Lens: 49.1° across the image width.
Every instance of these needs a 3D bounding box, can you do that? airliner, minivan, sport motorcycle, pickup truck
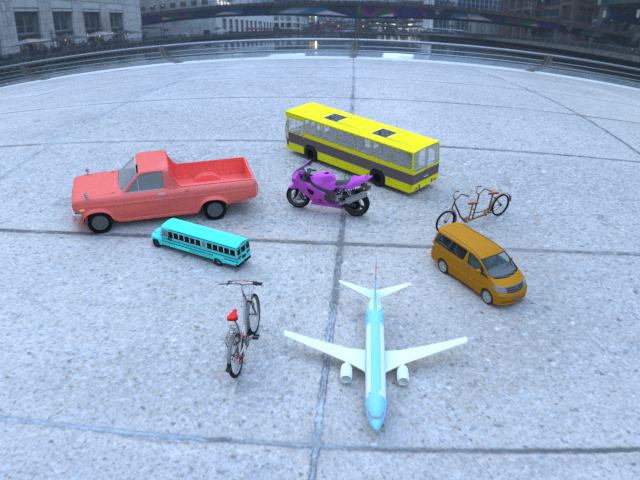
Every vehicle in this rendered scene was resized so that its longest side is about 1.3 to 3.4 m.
[{"bbox_3d":[0.662,1.166,8.313,2.257,0.835,2.541,2,29,3],"label":"airliner"},{"bbox_3d":[2.278,0.325,10.032,0.681,0.616,1.548,-16,33,-27],"label":"minivan"},{"bbox_3d":[0.142,-0.855,11.919,1.520,0.821,0.506,9,31,15],"label":"sport motorcycle"},{"bbox_3d":[-2.647,-0.944,11.903,3.117,0.993,1.244,-7,30,-13],"label":"pickup truck"}]

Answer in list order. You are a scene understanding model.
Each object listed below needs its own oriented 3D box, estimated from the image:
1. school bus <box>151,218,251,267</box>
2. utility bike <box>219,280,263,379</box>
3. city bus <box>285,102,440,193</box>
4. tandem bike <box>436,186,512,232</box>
[{"bbox_3d":[-1.874,0.019,10.761,1.708,0.434,0.365,15,33,24],"label":"school bus"},{"bbox_3d":[-0.985,0.989,8.515,0.535,0.946,1.435,5,30,8],"label":"utility bike"},{"bbox_3d":[0.735,-1.800,13.524,3.255,0.894,0.926,25,38,37],"label":"city bus"},{"bbox_3d":[2.565,-0.571,11.556,1.642,0.682,0.283,-17,33,-27],"label":"tandem bike"}]
